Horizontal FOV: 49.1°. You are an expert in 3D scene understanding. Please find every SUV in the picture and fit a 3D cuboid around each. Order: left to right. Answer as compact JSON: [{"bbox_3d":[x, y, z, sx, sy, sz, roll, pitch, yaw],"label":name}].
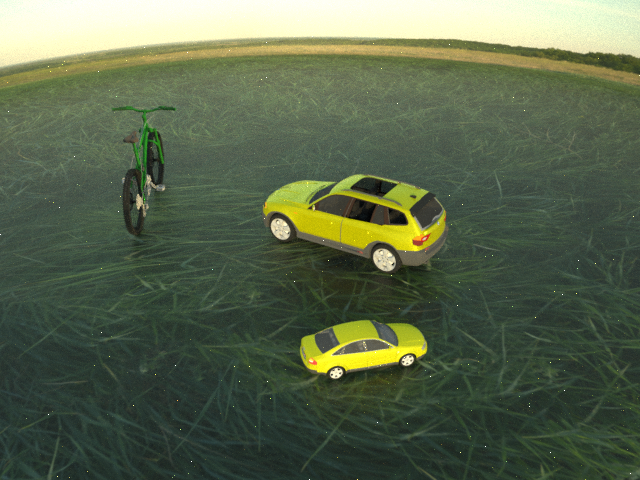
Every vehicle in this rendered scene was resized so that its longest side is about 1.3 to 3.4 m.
[{"bbox_3d":[0.518,-0.453,11.187,3.058,1.128,1.276,17,33,27],"label":"SUV"}]

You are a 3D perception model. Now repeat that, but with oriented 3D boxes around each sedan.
[{"bbox_3d":[0.556,1.292,8.735,1.613,0.483,0.635,-7,30,-13],"label":"sedan"}]

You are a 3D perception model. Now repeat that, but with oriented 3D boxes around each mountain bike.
[{"bbox_3d":[-3.064,-1.326,12.173,1.114,1.688,2.857,0,29,-1],"label":"mountain bike"}]
